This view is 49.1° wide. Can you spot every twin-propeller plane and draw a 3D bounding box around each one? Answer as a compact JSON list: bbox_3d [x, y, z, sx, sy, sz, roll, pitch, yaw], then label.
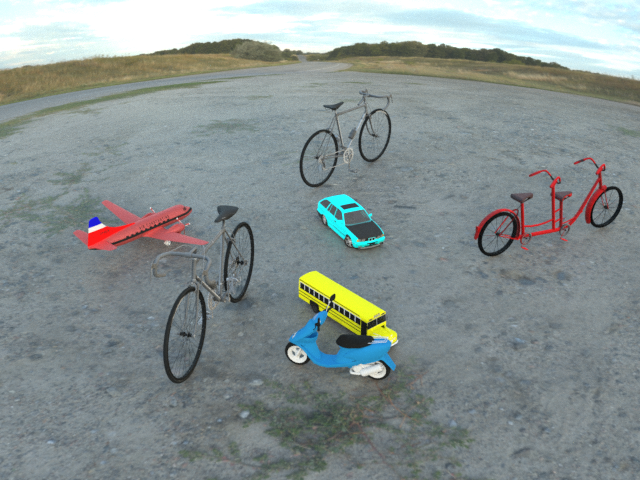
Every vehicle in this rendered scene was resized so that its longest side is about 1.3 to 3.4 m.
[{"bbox_3d":[-2.934,-0.303,11.575,2.663,0.792,2.129,20,33,34],"label":"twin-propeller plane"}]

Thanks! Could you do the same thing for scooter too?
[{"bbox_3d":[0.230,1.217,8.438,1.399,0.919,0.662,8,28,16],"label":"scooter"}]

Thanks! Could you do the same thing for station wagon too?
[{"bbox_3d":[0.520,-0.358,12.036,0.682,0.473,1.597,-12,29,-22],"label":"station wagon"}]

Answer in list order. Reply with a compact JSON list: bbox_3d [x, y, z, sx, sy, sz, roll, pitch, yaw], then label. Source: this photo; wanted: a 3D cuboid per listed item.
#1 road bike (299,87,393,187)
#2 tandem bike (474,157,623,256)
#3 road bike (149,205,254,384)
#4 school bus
[{"bbox_3d":[0.585,-2.134,14.230,0.697,1.656,3.004,21,34,35],"label":"road bike"},{"bbox_3d":[3.855,-0.566,11.504,3.192,1.326,0.550,-13,29,-23],"label":"tandem bike"},{"bbox_3d":[-1.368,0.503,9.032,0.696,1.656,3.004,7,28,13],"label":"road bike"},{"bbox_3d":[0.367,0.948,9.505,0.365,0.434,1.708,-21,34,-35],"label":"school bus"}]
